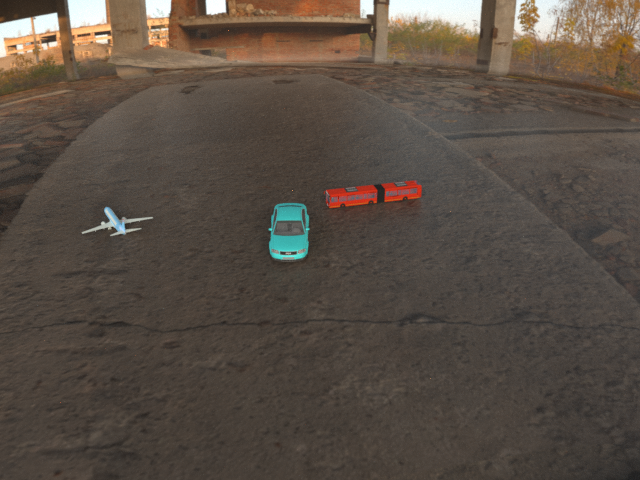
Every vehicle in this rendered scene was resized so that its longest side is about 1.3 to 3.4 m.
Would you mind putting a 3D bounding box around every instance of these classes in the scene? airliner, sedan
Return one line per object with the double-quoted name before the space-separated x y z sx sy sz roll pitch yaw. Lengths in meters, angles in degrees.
"airliner" -3.375 -0.387 11.524 1.161 0.429 1.307 -15 31 -26
"sedan" -0.483 -0.184 11.077 0.635 0.483 1.613 0 28 -1

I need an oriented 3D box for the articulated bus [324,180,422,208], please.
"articulated bus" 0.954 -0.819 12.499 1.749 0.289 0.311 -7 28 -13
